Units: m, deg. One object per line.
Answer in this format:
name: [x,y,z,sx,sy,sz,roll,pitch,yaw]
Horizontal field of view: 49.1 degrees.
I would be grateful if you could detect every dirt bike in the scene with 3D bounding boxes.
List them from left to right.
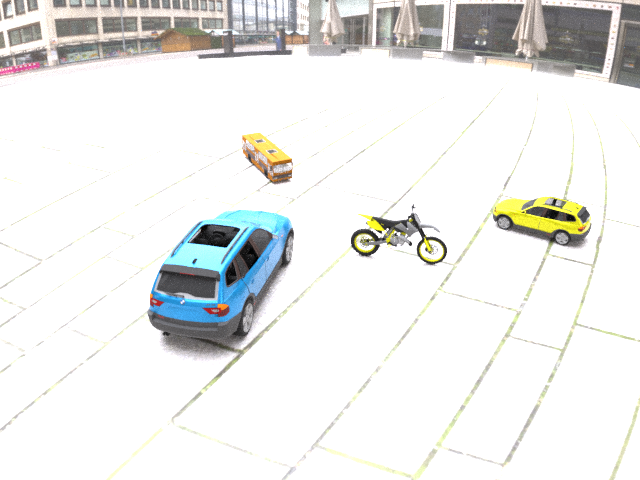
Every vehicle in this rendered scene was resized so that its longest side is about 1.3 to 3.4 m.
dirt bike: [1.195,-0.076,10.596,1.493,0.857,0.527,7,29,13]

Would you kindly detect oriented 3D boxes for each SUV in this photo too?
SUV: [-1.283,0.239,9.731,1.276,1.128,3.058,7,29,13]
SUV: [3.645,-0.412,11.505,1.572,0.580,0.656,18,33,30]

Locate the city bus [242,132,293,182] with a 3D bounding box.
city bus: [-1.065,-1.646,13.902,0.476,0.460,1.674,-13,31,-23]
